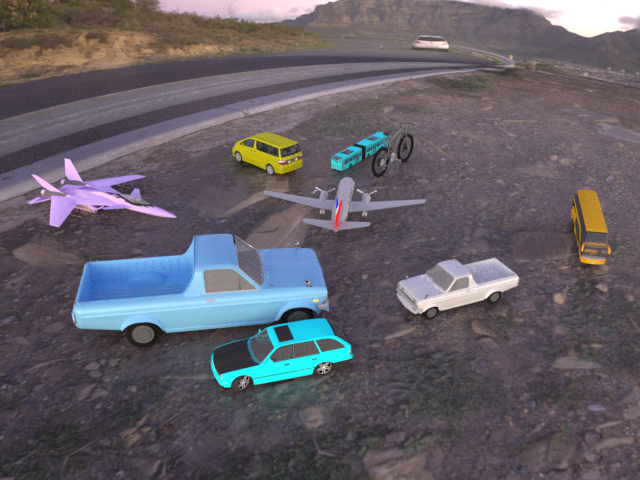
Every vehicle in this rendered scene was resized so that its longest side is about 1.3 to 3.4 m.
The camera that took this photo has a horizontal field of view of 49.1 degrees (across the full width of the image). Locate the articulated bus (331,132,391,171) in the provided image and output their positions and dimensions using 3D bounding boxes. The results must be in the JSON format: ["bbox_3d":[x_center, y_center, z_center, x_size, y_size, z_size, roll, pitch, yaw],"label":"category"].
[{"bbox_3d":[0.816,-1.764,13.833,0.311,0.289,1.749,19,33,31],"label":"articulated bus"}]

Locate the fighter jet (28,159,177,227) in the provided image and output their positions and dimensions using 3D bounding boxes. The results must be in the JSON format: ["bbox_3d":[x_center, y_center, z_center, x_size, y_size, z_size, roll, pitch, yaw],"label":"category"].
[{"bbox_3d":[-3.508,-0.775,11.696,2.640,0.557,2.229,12,30,22],"label":"fighter jet"}]

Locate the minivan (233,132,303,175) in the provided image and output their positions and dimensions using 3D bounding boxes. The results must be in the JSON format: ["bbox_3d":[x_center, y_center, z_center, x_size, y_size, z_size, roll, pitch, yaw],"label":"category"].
[{"bbox_3d":[-1.036,-1.722,13.408,0.681,0.616,1.548,-25,37,-38],"label":"minivan"}]

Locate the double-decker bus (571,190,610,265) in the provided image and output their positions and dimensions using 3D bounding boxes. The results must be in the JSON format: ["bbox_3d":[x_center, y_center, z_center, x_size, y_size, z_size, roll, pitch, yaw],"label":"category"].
[{"bbox_3d":[4.090,-0.201,10.640,0.389,0.541,1.672,6,29,11],"label":"double-decker bus"}]

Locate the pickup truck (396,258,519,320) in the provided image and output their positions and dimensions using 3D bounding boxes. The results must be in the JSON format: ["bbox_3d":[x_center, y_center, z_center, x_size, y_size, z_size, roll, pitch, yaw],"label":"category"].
[{"bbox_3d":[1.823,0.561,9.245,1.603,0.511,0.640,-11,30,-20],"label":"pickup truck"}]

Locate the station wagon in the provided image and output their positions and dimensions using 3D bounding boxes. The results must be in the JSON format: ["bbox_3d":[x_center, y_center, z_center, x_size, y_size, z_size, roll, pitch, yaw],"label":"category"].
[{"bbox_3d":[-0.445,1.258,7.979,1.597,0.473,0.682,-8,29,-15],"label":"station wagon"}]

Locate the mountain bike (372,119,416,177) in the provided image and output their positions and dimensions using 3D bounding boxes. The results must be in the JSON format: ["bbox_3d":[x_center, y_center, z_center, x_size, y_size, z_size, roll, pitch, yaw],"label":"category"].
[{"bbox_3d":[1.395,-1.748,13.189,0.573,0.868,1.469,19,33,31],"label":"mountain bike"}]

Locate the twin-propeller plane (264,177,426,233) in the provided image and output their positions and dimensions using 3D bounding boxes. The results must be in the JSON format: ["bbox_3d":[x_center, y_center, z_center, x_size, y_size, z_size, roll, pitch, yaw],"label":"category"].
[{"bbox_3d":[0.364,-0.674,11.258,2.663,0.792,2.129,4,28,7],"label":"twin-propeller plane"}]

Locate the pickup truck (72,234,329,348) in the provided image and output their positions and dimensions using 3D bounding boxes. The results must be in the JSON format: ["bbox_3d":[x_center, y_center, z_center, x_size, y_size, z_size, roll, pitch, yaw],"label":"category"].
[{"bbox_3d":[-1.453,0.535,8.782,3.117,0.993,1.244,-4,28,-8],"label":"pickup truck"}]
